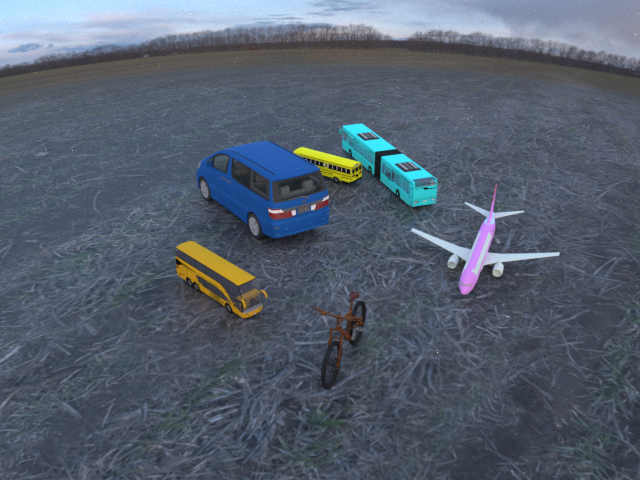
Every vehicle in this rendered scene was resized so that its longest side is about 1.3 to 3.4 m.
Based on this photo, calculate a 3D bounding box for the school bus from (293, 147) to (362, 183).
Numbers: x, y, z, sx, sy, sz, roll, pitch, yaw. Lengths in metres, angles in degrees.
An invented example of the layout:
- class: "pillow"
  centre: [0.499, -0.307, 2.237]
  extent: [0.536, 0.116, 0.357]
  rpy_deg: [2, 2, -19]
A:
- class: "school bus"
  centre: [0.026, -1.476, 13.715]
  extent: [1.708, 0.434, 0.365]
  rpy_deg: [19, 33, 32]

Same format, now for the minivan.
- class: "minivan"
  centre: [-1.080, -1.033, 12.028]
  extent: [1.324, 1.197, 3.011]
  rpy_deg: [-17, 32, -30]

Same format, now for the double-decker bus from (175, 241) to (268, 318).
- class: "double-decker bus"
  centre: [-1.408, 0.544, 9.693]
  extent: [0.389, 0.541, 1.672]
  rpy_deg: [-24, 36, -38]

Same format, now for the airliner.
- class: "airliner"
  centre: [2.411, -0.022, 10.467]
  extent: [2.257, 0.835, 2.541]
  rpy_deg: [10, 29, 19]

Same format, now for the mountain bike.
- class: "mountain bike"
  centre: [0.295, 1.090, 8.281]
  extent: [0.573, 0.868, 1.469]
  rpy_deg: [10, 29, 19]

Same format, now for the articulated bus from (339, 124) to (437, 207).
- class: "articulated bus"
  centre: [1.263, -1.531, 13.683]
  extent: [0.605, 0.561, 3.401]
  rpy_deg: [-10, 29, -18]
